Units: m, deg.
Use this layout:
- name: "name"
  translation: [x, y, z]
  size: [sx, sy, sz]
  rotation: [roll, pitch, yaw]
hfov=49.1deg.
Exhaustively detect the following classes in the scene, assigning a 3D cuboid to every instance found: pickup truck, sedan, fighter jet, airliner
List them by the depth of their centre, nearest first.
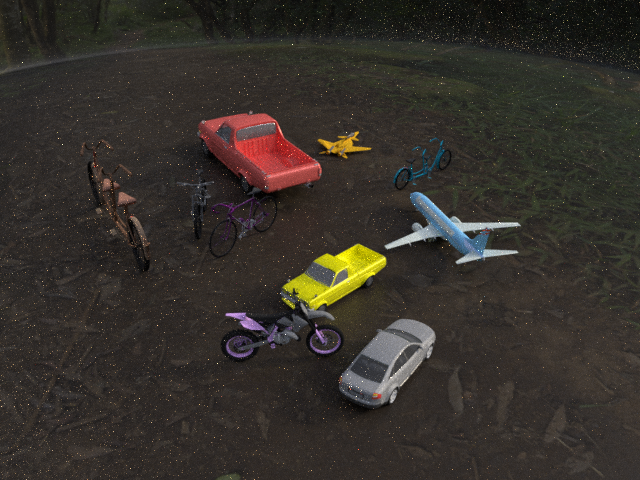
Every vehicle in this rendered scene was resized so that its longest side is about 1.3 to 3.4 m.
- name: "sedan"
  translation: [0.829, 1.358, 8.237]
  size: [0.635, 0.483, 1.613]
  rotation: [19, 36, 29]
- name: "pickup truck"
  translation: [0.208, 0.484, 9.685]
  size: [0.640, 0.511, 1.603]
  rotation: [27, 40, 37]
- name: "airliner"
  translation: [1.955, -0.368, 10.804]
  size: [2.257, 0.835, 2.541]
  rotation: [-9, 32, -15]
- name: "pickup truck"
  translation: [-1.202, -1.720, 12.930]
  size: [1.244, 0.993, 3.117]
  rotation: [-17, 34, -26]
- name: "fighter jet"
  translation: [0.530, -2.040, 14.163]
  size: [1.147, 0.286, 1.358]
  rotation: [13, 33, 21]

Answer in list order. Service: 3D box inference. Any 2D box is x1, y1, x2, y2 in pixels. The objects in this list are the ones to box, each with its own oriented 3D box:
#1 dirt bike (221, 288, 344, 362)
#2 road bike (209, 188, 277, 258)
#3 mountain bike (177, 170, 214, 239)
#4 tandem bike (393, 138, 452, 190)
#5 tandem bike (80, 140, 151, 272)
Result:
- name: "dirt bike"
  translation: [-0.448, 1.074, 8.351]
  size: [1.493, 0.857, 0.527]
  rotation: [-2, 31, -4]
- name: "road bike"
  translation: [-1.157, -0.324, 10.713]
  size: [0.358, 0.852, 1.545]
  rotation: [21, 37, 31]
- name: "mountain bike"
  translation: [-1.935, -0.654, 11.254]
  size: [0.573, 0.868, 1.469]
  rotation: [-1, 31, -2]
- name: "tandem bike"
  translation: [1.888, -1.406, 12.706]
  size: [1.642, 0.682, 0.283]
  rotation: [-26, 39, -36]
- name: "tandem bike"
  translation: [-3.188, -0.654, 10.806]
  size: [0.550, 1.326, 3.192]
  rotation: [-16, 34, -26]
